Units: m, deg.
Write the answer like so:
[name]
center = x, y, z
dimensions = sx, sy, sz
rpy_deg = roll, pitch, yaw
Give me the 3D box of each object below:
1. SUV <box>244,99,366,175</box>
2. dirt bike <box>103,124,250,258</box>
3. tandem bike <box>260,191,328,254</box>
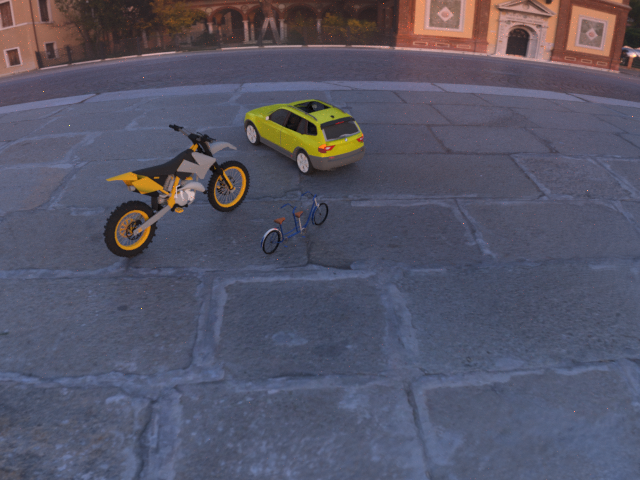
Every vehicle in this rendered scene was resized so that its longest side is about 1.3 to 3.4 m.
[SUV]
center = -0.373, -2.284, 14.183
dimensions = 1.276, 1.128, 3.058
rpy_deg = -20, 35, -31
[dirt bike]
center = -2.230, -0.869, 11.154
dimensions = 1.024, 1.666, 2.903
rpy_deg = 24, 37, 35
[tandem bike]
center = -0.385, -0.313, 11.173
dimensions = 0.283, 0.682, 1.642
rpy_deg = 22, 36, 33
